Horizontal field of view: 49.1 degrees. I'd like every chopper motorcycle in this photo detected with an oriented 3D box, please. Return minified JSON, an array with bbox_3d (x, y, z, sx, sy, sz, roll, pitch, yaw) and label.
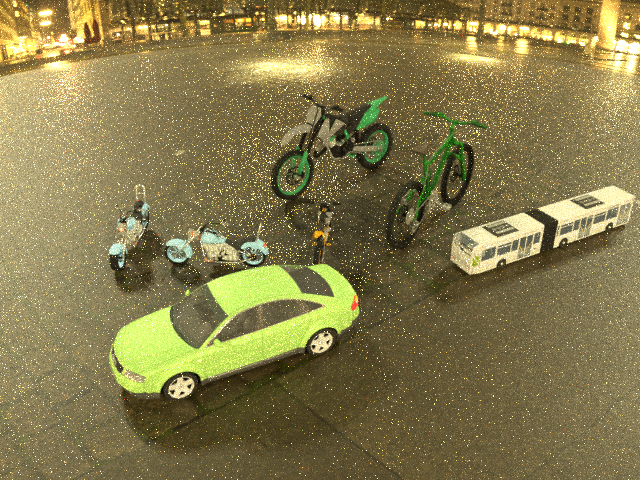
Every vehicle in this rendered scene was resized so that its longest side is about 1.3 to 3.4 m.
[{"bbox_3d":[-2.942,-0.202,10.788,0.466,0.761,1.563,3,31,4],"label":"chopper motorcycle"},{"bbox_3d":[-1.547,0.050,10.364,1.563,0.761,0.466,3,31,5],"label":"chopper motorcycle"}]

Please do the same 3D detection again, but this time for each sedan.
[{"bbox_3d":[-1.018,0.981,8.625,3.137,0.940,1.235,-15,34,-23],"label":"sedan"}]

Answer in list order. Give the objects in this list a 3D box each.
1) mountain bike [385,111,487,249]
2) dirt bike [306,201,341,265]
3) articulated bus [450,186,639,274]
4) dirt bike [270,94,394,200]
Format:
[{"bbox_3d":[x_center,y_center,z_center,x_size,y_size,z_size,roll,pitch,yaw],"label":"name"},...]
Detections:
[{"bbox_3d":[1.851,-1.006,11.233,1.114,1.688,2.857,20,36,30],"label":"mountain bike"},{"bbox_3d":[0.029,-0.125,10.564,0.527,0.857,1.493,4,31,7],"label":"dirt bike"},{"bbox_3d":[3.560,-0.190,10.963,3.401,0.561,0.605,-16,34,-24],"label":"articulated bus"},{"bbox_3d":[0.288,-1.773,12.542,2.903,1.666,1.024,-24,38,-34],"label":"dirt bike"}]
